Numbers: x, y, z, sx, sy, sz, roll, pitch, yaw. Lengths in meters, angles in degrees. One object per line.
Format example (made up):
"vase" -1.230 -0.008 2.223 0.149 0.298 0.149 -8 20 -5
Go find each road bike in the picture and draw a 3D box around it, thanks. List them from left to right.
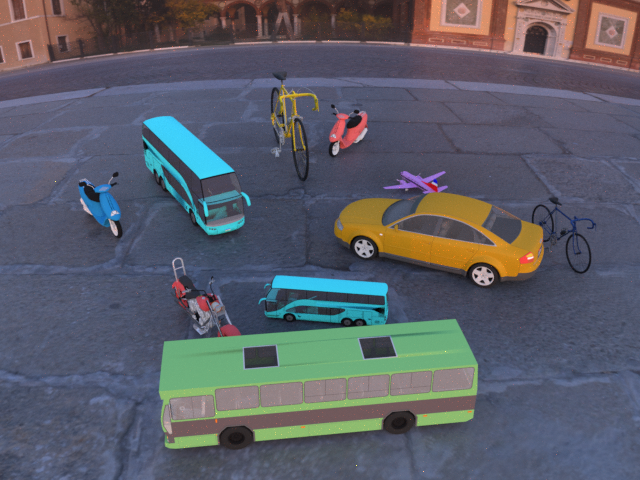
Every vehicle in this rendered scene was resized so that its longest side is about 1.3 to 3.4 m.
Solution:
"road bike" -0.615 -2.307 13.419 0.696 1.656 3.004 -8 31 -14
"road bike" 3.609 -0.144 10.475 0.358 0.852 1.545 -8 31 -14

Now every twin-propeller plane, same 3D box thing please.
"twin-propeller plane" 1.763 -1.069 12.523 1.370 0.407 1.095 -16 34 -26

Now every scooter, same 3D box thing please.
"scooter" -3.561 -0.649 11.283 0.662 0.919 1.399 -22 37 -34
"scooter" 0.579 -2.284 14.116 0.662 0.919 1.399 19 35 29

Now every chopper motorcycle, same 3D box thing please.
"chopper motorcycle" -1.448 0.842 8.857 0.466 0.761 1.563 -21 36 -32

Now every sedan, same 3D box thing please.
"sedan" 1.725 -0.170 10.432 3.137 0.940 1.235 13 32 21

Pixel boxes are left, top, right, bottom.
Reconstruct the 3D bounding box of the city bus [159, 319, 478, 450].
"city bus" -0.020 1.550 7.496 3.255 0.894 0.926 -4 30 -6

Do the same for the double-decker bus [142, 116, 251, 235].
"double-decker bus" -2.224 -1.145 12.010 0.756 1.052 3.251 -16 34 -26

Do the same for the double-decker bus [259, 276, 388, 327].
"double-decker bus" 0.054 0.795 9.158 1.672 0.541 0.389 4 30 7
